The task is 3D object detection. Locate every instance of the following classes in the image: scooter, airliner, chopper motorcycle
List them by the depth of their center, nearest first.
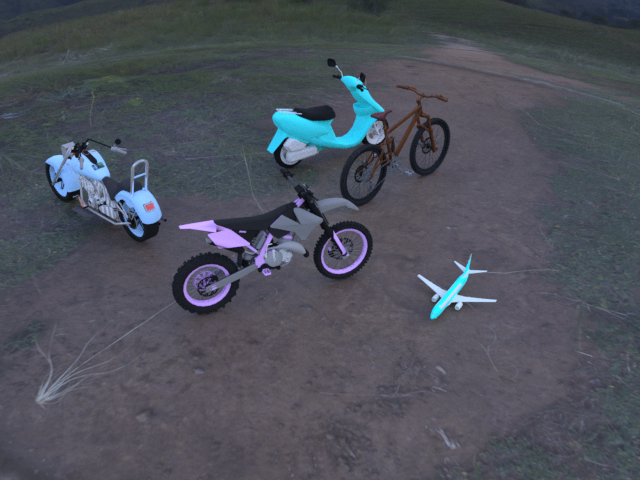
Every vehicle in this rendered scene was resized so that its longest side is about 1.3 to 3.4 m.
[{"bbox_3d":[1.807,0.642,9.548,1.161,0.429,1.307,18,35,28],"label":"airliner"},{"bbox_3d":[-3.599,-0.984,11.277,3.040,1.480,0.906,25,39,36],"label":"chopper motorcycle"},{"bbox_3d":[0.224,-2.405,13.391,2.721,1.786,1.288,-17,34,-26],"label":"scooter"}]

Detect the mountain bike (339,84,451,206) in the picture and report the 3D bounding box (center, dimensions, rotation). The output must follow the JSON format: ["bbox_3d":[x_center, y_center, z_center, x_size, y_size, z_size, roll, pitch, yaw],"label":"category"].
[{"bbox_3d":[1.394,-1.665,12.230,2.857,1.688,1.114,-26,39,-36],"label":"mountain bike"}]

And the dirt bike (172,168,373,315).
[{"bbox_3d":[-0.584,0.033,9.363,2.903,1.666,1.024,-13,33,-21],"label":"dirt bike"}]
